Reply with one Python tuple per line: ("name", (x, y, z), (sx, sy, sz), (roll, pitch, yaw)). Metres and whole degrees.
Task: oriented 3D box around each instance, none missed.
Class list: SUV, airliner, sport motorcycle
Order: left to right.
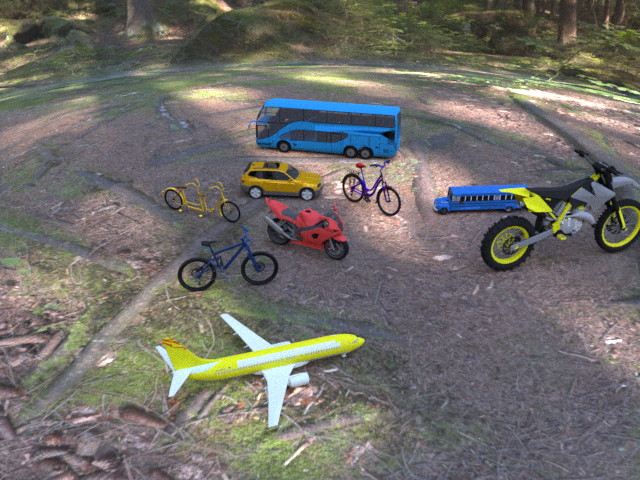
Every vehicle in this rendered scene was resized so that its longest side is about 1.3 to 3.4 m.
("airliner", (-0.624, 1.277, 8.393), (2.541, 0.835, 2.257), (-10, 30, -18))
("SUV", (-0.720, -1.151, 13.231), (1.572, 0.580, 0.656), (2, 28, 5))
("sport motorcycle", (-0.217, -0.189, 11.165), (1.520, 0.821, 0.506), (15, 31, 26))

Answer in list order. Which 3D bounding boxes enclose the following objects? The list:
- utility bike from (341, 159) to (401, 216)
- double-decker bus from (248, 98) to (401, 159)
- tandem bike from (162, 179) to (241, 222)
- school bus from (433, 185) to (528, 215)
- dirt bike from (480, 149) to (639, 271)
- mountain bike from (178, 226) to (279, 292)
("utility bike", (0.934, -1.024, 12.603), (1.435, 0.946, 0.535), (24, 37, 38))
("double-decker bus", (0.112, -2.417, 15.110), (3.251, 1.052, 0.756), (6, 29, 12))
("tandem bike", (-2.115, -0.739, 12.349), (1.642, 0.682, 0.283), (13, 31, 22))
("school bus", (2.900, -0.739, 12.611), (1.708, 0.434, 0.365), (-2, 28, -4))
("dirt bike", (3.810, -0.420, 10.699), (2.903, 1.666, 1.024), (-8, 29, -15))
("mountain bike", (-1.333, 0.324, 10.151), (1.469, 0.868, 0.573), (-5, 28, -10))
